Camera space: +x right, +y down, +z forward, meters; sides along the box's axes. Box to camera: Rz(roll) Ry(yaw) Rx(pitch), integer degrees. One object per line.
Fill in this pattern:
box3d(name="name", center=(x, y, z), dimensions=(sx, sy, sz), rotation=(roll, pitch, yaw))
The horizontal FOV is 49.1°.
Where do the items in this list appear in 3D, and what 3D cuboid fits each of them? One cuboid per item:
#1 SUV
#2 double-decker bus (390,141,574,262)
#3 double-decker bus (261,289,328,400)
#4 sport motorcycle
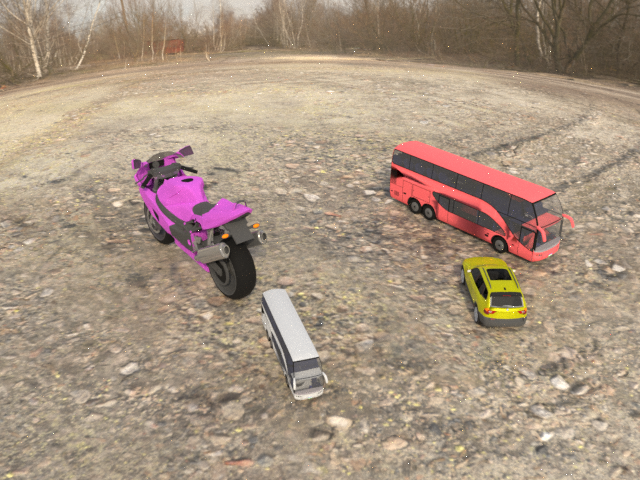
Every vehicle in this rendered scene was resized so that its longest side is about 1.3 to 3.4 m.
box3d(name="SUV", center=(2.330, 0.604, 9.405), dimensions=(0.656, 0.580, 1.572), rotation=(0, 28, 0))
box3d(name="double-decker bus", center=(2.462, -0.666, 11.298), dimensions=(0.756, 1.052, 3.251), rotation=(-21, 34, -34))
box3d(name="double-decker bus", center=(-0.347, 1.217, 8.289), dimensions=(0.389, 0.541, 1.672), rotation=(-8, 29, -15))
box3d(name="sport motorcycle", center=(-1.815, -0.292, 10.010), dimensions=(0.983, 1.596, 2.955), rotation=(-21, 34, -34))
